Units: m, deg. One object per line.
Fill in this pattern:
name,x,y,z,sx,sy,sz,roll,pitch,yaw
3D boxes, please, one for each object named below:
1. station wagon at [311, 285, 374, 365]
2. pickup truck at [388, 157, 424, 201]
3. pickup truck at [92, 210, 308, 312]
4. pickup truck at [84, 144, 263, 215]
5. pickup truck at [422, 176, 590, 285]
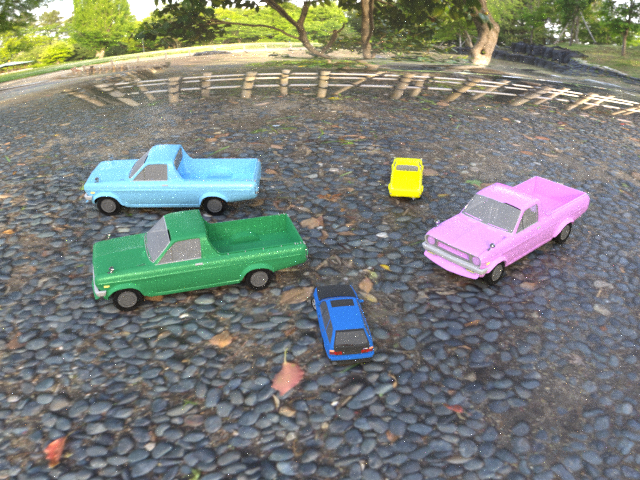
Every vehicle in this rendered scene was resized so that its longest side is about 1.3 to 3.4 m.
station wagon,0.286,1.005,9.263,0.682,0.473,1.597,-4,29,-7
pickup truck,1.644,-1.223,13.266,0.640,0.511,1.603,4,29,7
pickup truck,-1.780,0.146,10.283,3.117,0.993,1.244,-8,30,-15
pickup truck,-2.612,-1.135,12.606,3.117,0.993,1.244,0,29,0
pickup truck,3.033,-0.338,11.161,3.117,0.993,1.244,-24,37,-36
